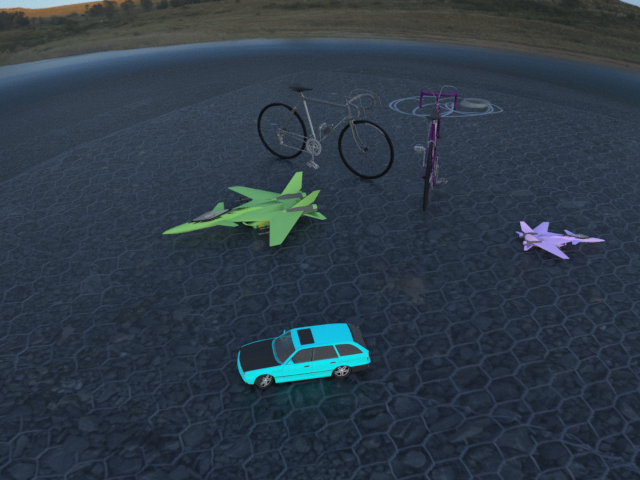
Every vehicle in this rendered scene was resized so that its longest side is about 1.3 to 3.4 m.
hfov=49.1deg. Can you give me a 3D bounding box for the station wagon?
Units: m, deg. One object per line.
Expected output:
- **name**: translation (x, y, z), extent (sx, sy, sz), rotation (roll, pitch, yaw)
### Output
- **station wagon**: translation (-0.208, 1.360, 8.522), extent (1.597, 0.473, 0.682), rotation (-6, 31, -10)

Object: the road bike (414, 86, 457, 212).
- **road bike**: translation (2.033, -1.737, 12.605), extent (0.697, 1.656, 3.004), rotation (6, 31, 10)

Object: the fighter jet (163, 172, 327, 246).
- **fighter jet**: translation (-1.321, -0.515, 11.616), extent (2.640, 0.557, 2.229), rotation (-12, 33, -20)

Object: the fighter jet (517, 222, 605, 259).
- **fighter jet**: translation (3.865, -0.067, 11.124), extent (1.358, 0.286, 1.147), rotation (0, 31, 0)

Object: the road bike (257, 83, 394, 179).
- **road bike**: translation (0.046, -2.116, 13.247), extent (3.004, 1.656, 0.697), rotation (16, 34, 26)
